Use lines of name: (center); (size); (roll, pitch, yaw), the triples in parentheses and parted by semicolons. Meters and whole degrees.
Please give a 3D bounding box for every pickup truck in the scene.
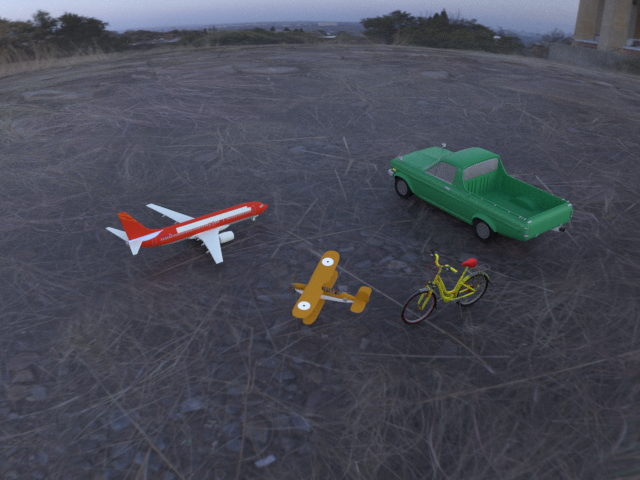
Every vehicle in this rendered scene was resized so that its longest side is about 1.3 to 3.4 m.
pickup truck: (2.509, -0.881, 11.384); (1.244, 0.993, 3.117); (-20, 35, -31)

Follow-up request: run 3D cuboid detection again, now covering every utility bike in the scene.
utility bike: (1.667, 0.591, 8.867); (1.435, 0.946, 0.535); (-15, 33, -24)

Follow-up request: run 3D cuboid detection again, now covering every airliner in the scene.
airliner: (-1.867, -0.377, 10.665); (2.541, 0.835, 2.257); (-21, 36, -32)

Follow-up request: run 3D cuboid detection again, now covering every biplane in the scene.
biplane: (0.112, 0.708, 9.107); (1.090, 0.504, 1.336); (10, 31, 17)
